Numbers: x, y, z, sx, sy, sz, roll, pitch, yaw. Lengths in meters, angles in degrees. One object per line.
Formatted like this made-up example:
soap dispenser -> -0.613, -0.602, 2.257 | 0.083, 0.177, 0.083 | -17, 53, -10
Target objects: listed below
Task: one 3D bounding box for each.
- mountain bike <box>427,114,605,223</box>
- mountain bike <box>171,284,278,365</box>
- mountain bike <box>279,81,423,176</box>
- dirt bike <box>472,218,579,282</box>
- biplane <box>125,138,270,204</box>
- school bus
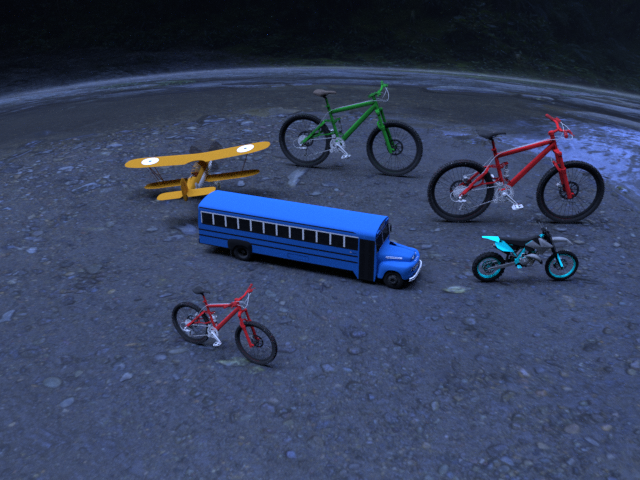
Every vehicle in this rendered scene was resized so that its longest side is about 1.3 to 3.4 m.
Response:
mountain bike -> 3.177, -1.050, 11.248 | 2.857, 1.688, 1.114 | 1, 27, 1
mountain bike -> -1.143, 0.952, 8.153 | 1.469, 0.868, 0.573 | 13, 29, 24
mountain bike -> 0.558, -2.108, 13.368 | 2.857, 1.688, 1.114 | 7, 27, 14
dirt bike -> 2.864, 0.191, 9.691 | 1.493, 0.857, 0.527 | -1, 27, -1
biplane -> -2.178, -1.112, 12.163 | 2.598, 0.981, 2.120 | 1, 27, 2
school bus -> -0.166, -0.052, 10.193 | 3.322, 0.844, 0.709 | 10, 28, 19
